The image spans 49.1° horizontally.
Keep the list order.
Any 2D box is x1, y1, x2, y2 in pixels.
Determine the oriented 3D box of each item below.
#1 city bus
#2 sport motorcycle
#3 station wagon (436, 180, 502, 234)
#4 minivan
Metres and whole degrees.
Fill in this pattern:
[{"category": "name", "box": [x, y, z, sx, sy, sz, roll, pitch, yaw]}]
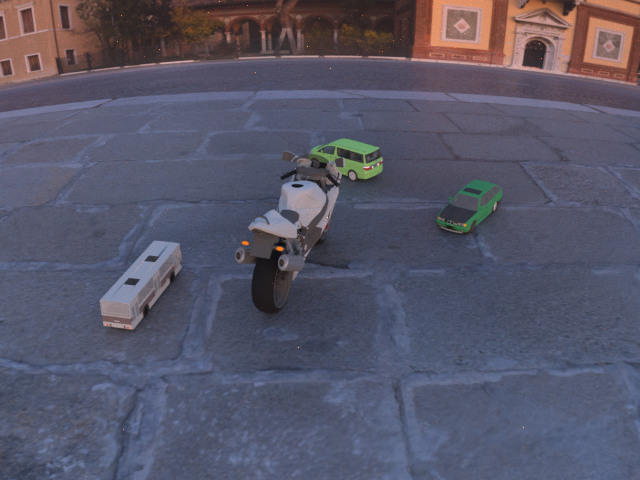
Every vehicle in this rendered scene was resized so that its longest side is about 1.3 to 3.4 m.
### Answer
[{"category": "city bus", "box": [-2.420, 0.606, 9.650, 0.476, 0.460, 1.674, 6, 29, 11]}, {"category": "sport motorcycle", "box": [-0.331, -0.209, 9.972, 0.983, 1.596, 2.955, 9, 29, 16]}, {"category": "station wagon", "box": [2.560, -0.611, 11.920, 0.682, 0.473, 1.597, 18, 33, 30]}, {"category": "minivan", "box": [0.470, -1.636, 13.692, 1.548, 0.616, 0.681, 22, 35, 35]}]
